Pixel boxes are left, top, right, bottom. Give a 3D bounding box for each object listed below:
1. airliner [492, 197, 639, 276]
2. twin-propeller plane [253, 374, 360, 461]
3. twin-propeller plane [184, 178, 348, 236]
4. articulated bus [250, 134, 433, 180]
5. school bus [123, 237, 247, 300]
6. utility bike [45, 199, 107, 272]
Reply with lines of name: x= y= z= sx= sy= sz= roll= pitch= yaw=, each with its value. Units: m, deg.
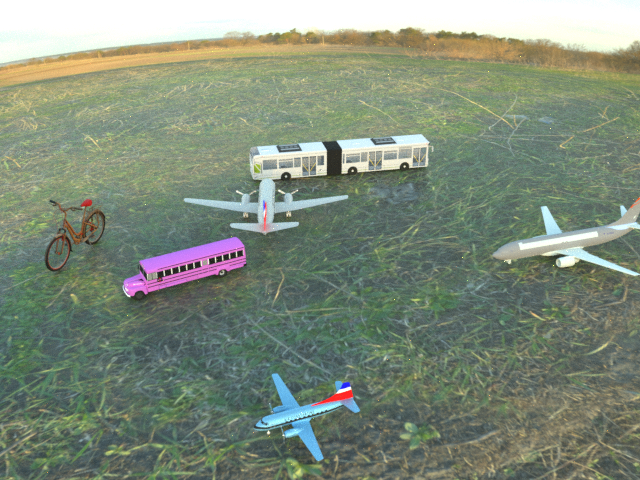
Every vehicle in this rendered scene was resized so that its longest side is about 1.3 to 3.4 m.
airliner: x=3.683 y=-0.158 z=10.237 sx=2.541 sy=0.835 sz=2.257 roll=-8 pitch=29 yaw=-15
twin-propeller plane: x=-0.159 y=1.728 z=7.160 sx=1.095 sy=0.407 sz=1.370 roll=-11 pitch=30 yaw=-19
twin-propeller plane: x=-0.860 y=-0.641 z=11.186 sx=2.663 sy=0.792 sz=2.129 roll=-1 pitch=28 yaw=-2
articulated bus: x=0.403 y=-1.553 z=13.139 sx=3.401 sy=0.561 sz=0.605 roll=-6 pitch=29 yaw=-11
school bus: x=-1.865 y=0.381 z=9.654 sx=1.708 sy=0.434 sz=0.365 roll=-15 pitch=32 yaw=-26
utility bike: x=-3.504 y=-0.183 z=10.166 sx=0.535 sy=0.946 sz=1.435 roll=10 pitch=30 yaw=17
